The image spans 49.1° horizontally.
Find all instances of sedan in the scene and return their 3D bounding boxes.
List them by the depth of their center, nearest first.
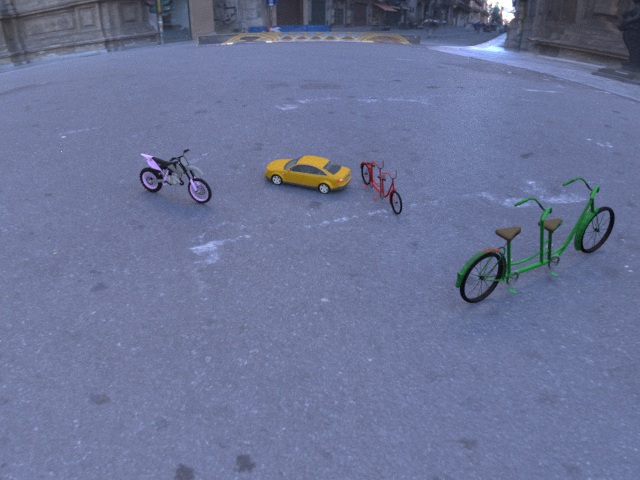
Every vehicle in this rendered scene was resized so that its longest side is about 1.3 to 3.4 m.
[{"bbox_3d":[-0.237,-1.250,12.657,1.613,0.483,0.635,12,33,19],"label":"sedan"}]

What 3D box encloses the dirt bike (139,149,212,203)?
[{"bbox_3d":[-2.517,-1.120,12.074,1.493,0.857,0.527,14,33,22],"label":"dirt bike"}]

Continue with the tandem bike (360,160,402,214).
[{"bbox_3d":[1.050,-1.036,12.105,0.283,0.682,1.642,-11,33,-18],"label":"tandem bike"}]

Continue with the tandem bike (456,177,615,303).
[{"bbox_3d":[3.133,-0.044,9.816,3.192,1.326,0.550,-18,35,-28],"label":"tandem bike"}]
